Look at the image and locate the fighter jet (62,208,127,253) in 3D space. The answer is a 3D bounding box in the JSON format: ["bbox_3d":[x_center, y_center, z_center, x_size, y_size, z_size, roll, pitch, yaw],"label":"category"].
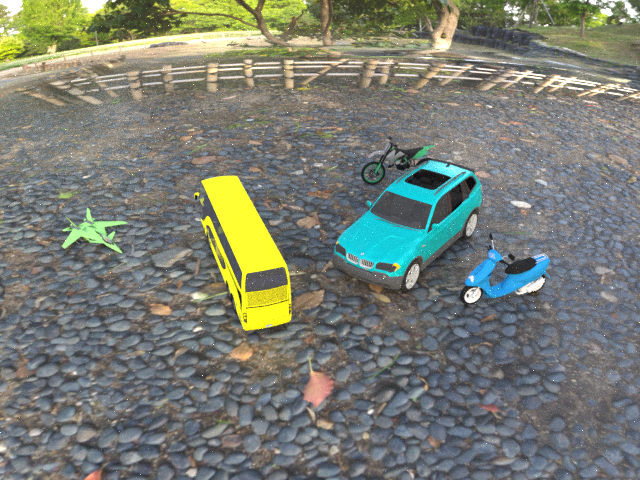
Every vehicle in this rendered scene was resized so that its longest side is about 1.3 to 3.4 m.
[{"bbox_3d":[-3.585,-0.113,11.320,1.358,0.286,1.147,26,40,37],"label":"fighter jet"}]

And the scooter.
[{"bbox_3d":[2.623,0.428,9.780,1.399,0.919,0.662,-9,32,-14],"label":"scooter"}]

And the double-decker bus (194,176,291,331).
[{"bbox_3d":[-1.188,0.044,10.301,0.756,1.052,3.251,-10,32,-16],"label":"double-decker bus"}]

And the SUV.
[{"bbox_3d":[1.448,-0.338,10.873,1.276,1.128,3.058,21,36,31],"label":"SUV"}]

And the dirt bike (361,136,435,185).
[{"bbox_3d":[1.498,-1.453,13.031,1.493,0.857,0.527,-5,31,-9],"label":"dirt bike"}]
